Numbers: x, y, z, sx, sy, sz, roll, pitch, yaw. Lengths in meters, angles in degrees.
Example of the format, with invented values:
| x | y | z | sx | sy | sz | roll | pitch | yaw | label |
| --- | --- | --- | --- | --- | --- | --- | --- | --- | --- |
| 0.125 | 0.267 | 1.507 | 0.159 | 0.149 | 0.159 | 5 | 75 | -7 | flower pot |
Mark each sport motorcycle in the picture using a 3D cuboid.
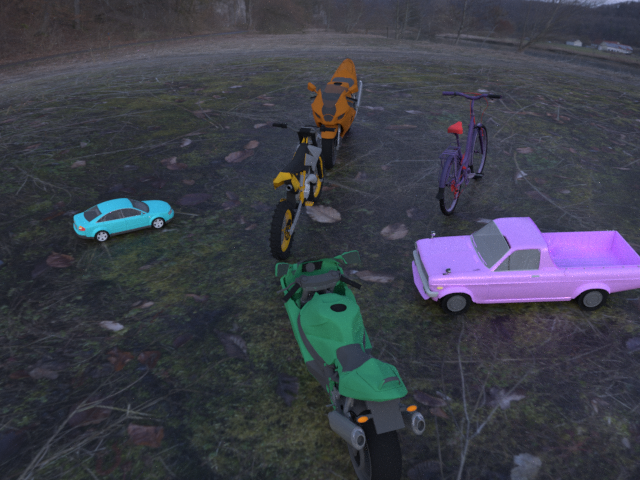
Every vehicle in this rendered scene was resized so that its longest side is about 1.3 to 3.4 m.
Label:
| x | y | z | sx | sy | sz | roll | pitch | yaw | label |
| --- | --- | --- | --- | --- | --- | --- | --- | --- | --- |
| 0.209 | 1.239 | 7.448 | 0.983 | 1.596 | 2.955 | -9 | 31 | -16 | sport motorcycle |
| 0.369 | -2.636 | 14.312 | 0.983 | 1.596 | 2.955 | 5 | 30 | 9 | sport motorcycle |

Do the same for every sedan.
| x | y | z | sx | sy | sz | roll | pitch | yaw | label |
| --- | --- | --- | --- | --- | --- | --- | --- | --- | --- |
| -3.215 | -0.409 | 11.498 | 1.613 | 0.483 | 0.635 | -15 | 33 | -24 | sedan |

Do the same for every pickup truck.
| x | y | z | sx | sy | sz | roll | pitch | yaw | label |
| --- | --- | --- | --- | --- | --- | --- | --- | --- | --- |
| 2.883 | 0.279 | 9.760 | 3.117 | 0.993 | 1.244 | -2 | 29 | -3 | pickup truck |

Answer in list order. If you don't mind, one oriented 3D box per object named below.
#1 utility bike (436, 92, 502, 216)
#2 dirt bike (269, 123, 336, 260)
| x | y | z | sx | sy | sz | roll | pitch | yaw | label |
| --- | --- | --- | --- | --- | --- | --- | --- | --- | --- |
| 2.469 | -1.630 | 12.282 | 1.039 | 1.839 | 2.791 | 14 | 32 | 23 | utility bike |
| -0.335 | -0.956 | 11.265 | 1.024 | 1.666 | 2.903 | 7 | 30 | 12 | dirt bike |
